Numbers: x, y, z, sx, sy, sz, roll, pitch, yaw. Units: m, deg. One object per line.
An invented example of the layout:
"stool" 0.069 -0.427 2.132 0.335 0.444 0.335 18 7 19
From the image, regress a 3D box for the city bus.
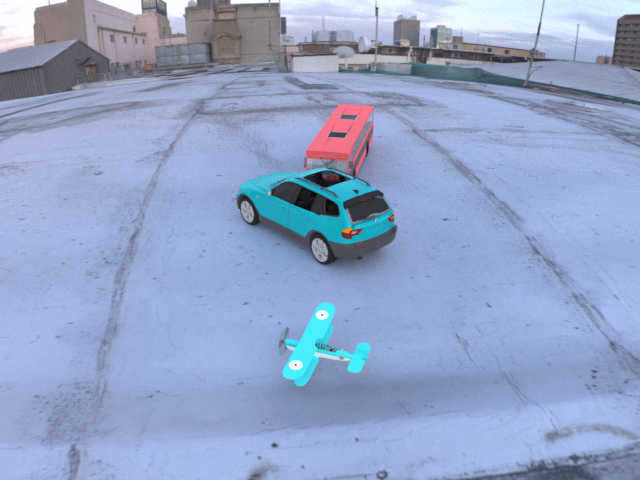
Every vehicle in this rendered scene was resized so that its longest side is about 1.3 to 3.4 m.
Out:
"city bus" 0.462 -1.890 14.235 0.926 0.894 3.255 5 27 11

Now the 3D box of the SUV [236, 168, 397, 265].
"SUV" -0.130 -0.604 11.376 1.276 1.128 3.058 -21 33 -36

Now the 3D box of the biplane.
"biplane" 0.037 1.310 8.213 1.090 0.504 1.336 9 28 18
